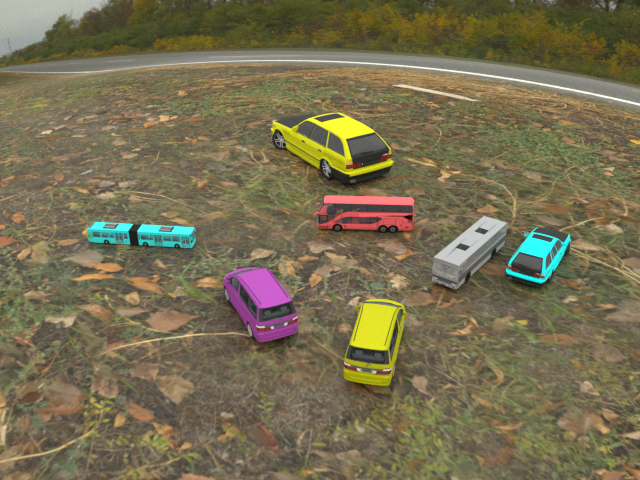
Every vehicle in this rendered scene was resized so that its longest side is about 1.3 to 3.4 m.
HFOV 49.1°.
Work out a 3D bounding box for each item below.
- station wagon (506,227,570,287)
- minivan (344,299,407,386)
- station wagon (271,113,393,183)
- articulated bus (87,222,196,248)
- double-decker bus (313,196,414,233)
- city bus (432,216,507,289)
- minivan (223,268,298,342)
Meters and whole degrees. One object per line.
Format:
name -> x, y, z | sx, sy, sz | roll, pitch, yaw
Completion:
station wagon -> 3.375, 0.154, 10.698 | 0.682, 0.473, 1.597 | 17, 33, 27
minivan -> 0.711, 1.154, 8.747 | 0.681, 0.616, 1.548 | 6, 30, 11
station wagon -> 0.151, -2.090, 14.287 | 1.327, 0.920, 3.105 | -17, 33, -28
articulated bus -> -2.873, -0.081, 11.313 | 1.749, 0.289, 0.311 | 3, 29, 6
double-decker bus -> 0.734, -0.442, 11.704 | 1.672, 0.541, 0.389 | 2, 29, 3
city bus -> 2.292, 0.186, 10.655 | 0.476, 0.460, 1.674 | 20, 35, 32
minivan -> -0.841, 0.753, 9.471 | 0.681, 0.616, 1.548 | -13, 31, -22
